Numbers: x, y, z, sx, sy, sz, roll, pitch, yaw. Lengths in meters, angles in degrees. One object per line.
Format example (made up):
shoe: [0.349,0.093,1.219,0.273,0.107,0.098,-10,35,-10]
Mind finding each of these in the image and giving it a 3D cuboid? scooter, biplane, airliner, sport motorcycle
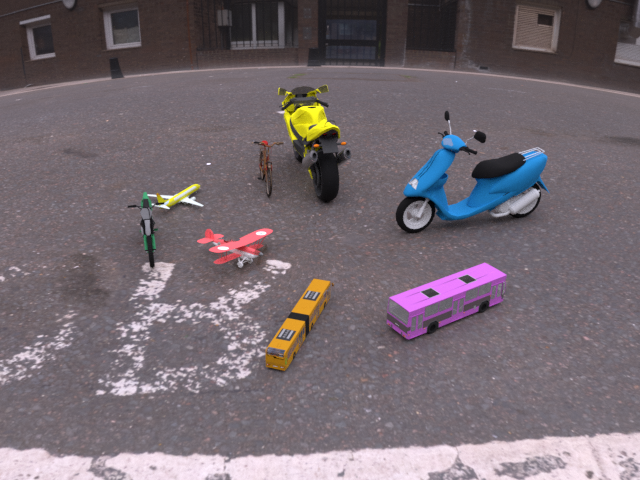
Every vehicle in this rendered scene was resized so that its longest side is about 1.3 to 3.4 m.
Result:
scooter: [2.503,-1.064,11.193,2.721,1.786,1.288,-8,28,-15]
biplane: [-1.267,0.089,10.343,1.090,0.504,1.336,16,31,29]
airliner: [-2.467,-0.835,12.238,1.161,0.429,1.307,11,29,21]
sport motorcycle: [-0.138,-1.868,12.980,0.983,1.596,2.955,-6,28,-12]

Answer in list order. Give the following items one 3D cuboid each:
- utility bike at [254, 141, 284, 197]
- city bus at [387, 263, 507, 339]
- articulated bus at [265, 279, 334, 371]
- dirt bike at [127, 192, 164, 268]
utility bike: [-0.950,-1.427,12.831,0.535,0.946,1.435,-5,27,-10]
city bus: [1.650,0.787,9.022,1.674,0.460,0.476,-16,31,-29]
articulated bus: [-0.238,1.016,8.762,0.311,0.289,1.749,9,28,16]
dirt bike: [-2.585,-0.222,10.566,0.527,0.857,1.493,-6,28,-12]
